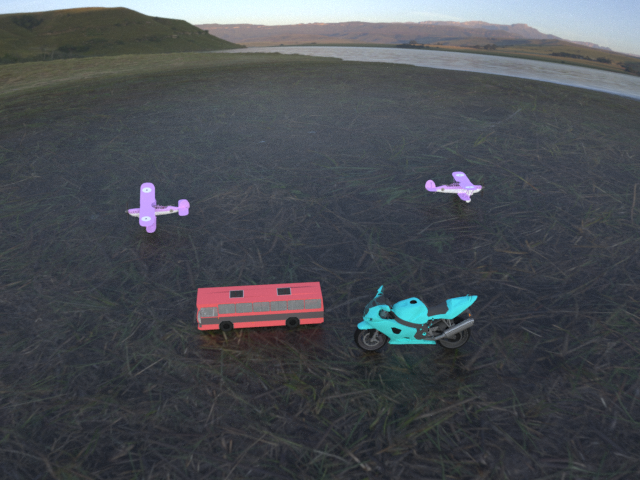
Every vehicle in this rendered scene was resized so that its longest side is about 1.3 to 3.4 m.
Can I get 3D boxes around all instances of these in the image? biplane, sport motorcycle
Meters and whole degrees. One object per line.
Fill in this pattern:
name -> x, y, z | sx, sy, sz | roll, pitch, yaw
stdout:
biplane -> 2.480, -0.959, 12.887 | 1.090, 0.504, 1.336 | 0, 28, 0
biplane -> -2.792, -0.505, 12.033 | 1.090, 0.504, 1.336 | -5, 28, -9
sport motorcycle -> 1.188, 1.034, 8.797 | 1.520, 0.821, 0.506 | -2, 28, -3

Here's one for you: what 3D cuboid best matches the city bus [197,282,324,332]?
city bus -> -0.803, 0.904, 9.427 | 1.674, 0.460, 0.476 | -3, 28, -5
